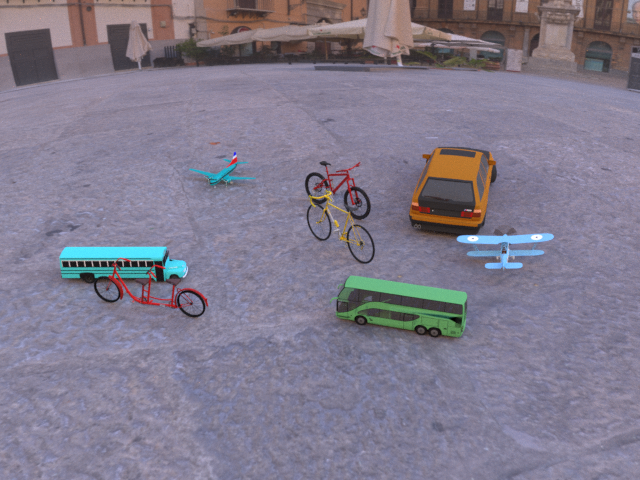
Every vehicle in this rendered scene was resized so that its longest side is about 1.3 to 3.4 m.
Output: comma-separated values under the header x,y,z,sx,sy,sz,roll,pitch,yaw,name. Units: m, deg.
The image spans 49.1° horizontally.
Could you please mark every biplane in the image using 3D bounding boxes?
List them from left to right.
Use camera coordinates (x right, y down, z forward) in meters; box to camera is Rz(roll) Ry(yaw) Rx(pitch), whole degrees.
x,y,z,sx,sy,sz,roll,pitch,yaw,name
2.617,0.169,10.019,1.336,0.504,1.090,7,28,13,biplane

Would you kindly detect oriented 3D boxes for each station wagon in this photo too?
x,y,z,sx,sy,sz,roll,pitch,yaw,name
2.336,-1.093,12.025,1.327,0.920,3.105,7,28,14,station wagon

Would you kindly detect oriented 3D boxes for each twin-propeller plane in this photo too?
x,y,z,sx,sy,sz,roll,pitch,yaw,name
-1.773,-1.292,12.977,1.370,0.407,1.095,10,29,18,twin-propeller plane

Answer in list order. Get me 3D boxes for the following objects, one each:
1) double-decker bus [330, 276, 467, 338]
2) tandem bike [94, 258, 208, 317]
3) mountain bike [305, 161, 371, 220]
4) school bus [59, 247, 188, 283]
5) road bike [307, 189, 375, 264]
x,y,z,sx,sy,sz,roll,pitch,yaw,name
0.976,0.818,8.713,1.672,0.541,0.389,8,28,15,double-decker bus
-2.197,0.608,8.968,1.642,0.682,0.283,8,28,15,tandem bike
0.277,-0.885,11.676,1.469,0.868,0.573,24,35,38,mountain bike
-2.720,0.336,9.771,1.708,0.434,0.365,0,27,0,school bus
0.285,-0.220,10.397,0.358,0.852,1.545,-21,34,-34,road bike
